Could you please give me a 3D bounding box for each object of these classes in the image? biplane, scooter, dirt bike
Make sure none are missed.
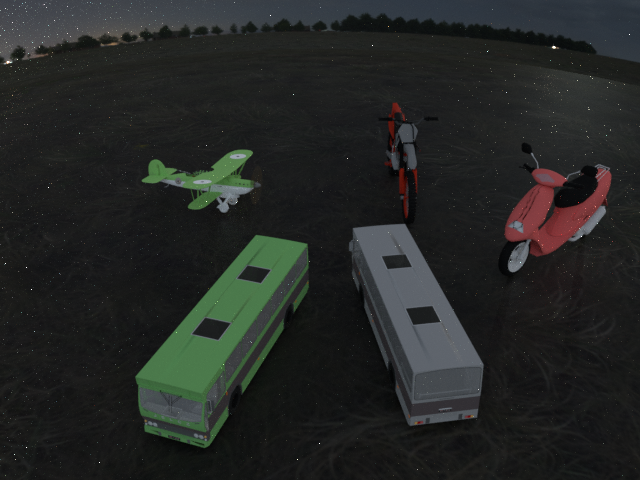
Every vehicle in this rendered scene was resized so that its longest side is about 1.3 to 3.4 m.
[{"bbox_3d":[-2.053,-1.063,12.481,2.120,0.981,2.598,7,31,12],"label":"biplane"},{"bbox_3d":[3.722,-0.580,10.844,2.721,1.786,1.288,-23,37,-33],"label":"scooter"},{"bbox_3d":[1.495,-1.541,12.621,1.024,1.666,2.903,-1,30,-2],"label":"dirt bike"}]

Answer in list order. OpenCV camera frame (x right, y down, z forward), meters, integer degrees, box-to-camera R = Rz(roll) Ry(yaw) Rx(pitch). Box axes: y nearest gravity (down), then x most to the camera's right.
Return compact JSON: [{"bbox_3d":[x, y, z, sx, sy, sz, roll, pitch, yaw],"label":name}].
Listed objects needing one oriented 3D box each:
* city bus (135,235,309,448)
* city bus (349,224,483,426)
[{"bbox_3d":[-1.060,1.126,8.794,0.926,0.894,3.255,10,32,16],"label":"city bus"},{"bbox_3d":[1.122,0.969,9.064,0.926,0.894,3.255,-5,30,-8],"label":"city bus"}]
